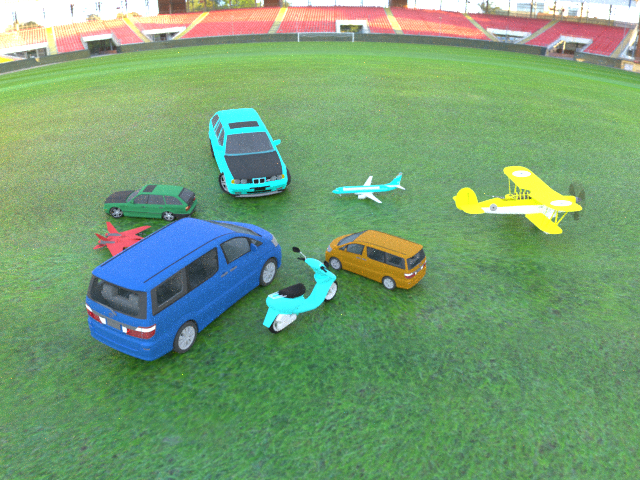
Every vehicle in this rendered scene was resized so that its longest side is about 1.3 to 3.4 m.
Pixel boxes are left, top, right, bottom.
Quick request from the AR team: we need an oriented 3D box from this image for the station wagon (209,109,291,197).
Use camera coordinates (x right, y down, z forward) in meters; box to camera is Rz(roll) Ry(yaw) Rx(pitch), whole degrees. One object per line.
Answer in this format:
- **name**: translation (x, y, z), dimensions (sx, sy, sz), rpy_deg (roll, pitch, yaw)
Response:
- **station wagon**: translation (-1.470, -1.820, 13.790), dimensions (1.327, 0.920, 3.105), rpy_deg (-7, 30, -13)

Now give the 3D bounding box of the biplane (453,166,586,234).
- **biplane**: translation (3.270, -0.613, 11.567), dimensions (2.120, 0.981, 2.598), rpy_deg (-2, 29, -4)

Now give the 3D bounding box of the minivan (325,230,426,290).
- **minivan**: translation (0.806, 0.219, 10.454), dimensions (1.548, 0.616, 0.681), rpy_deg (19, 34, 31)

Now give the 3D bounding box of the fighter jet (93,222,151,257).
- **fighter jet**: translation (-2.888, -0.013, 11.205), dimensions (1.358, 0.286, 1.147), rpy_deg (6, 30, 10)

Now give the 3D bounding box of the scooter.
- **scooter**: translation (-0.230, 0.647, 9.377), dimensions (0.662, 0.919, 1.399), rpy_deg (24, 37, 36)

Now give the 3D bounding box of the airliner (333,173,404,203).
- **airliner**: translation (0.882, -1.018, 12.857), dimensions (1.307, 0.429, 1.161), rpy_deg (-2, 29, -4)

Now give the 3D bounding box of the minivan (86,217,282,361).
- **minivan**: translation (-1.721, 0.404, 9.527), dimensions (1.324, 1.197, 3.011), rpy_deg (16, 33, 27)

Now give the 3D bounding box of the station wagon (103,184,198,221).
- **station wagon**: translation (-2.980, -0.692, 12.229), dimensions (1.597, 0.473, 0.682), rpy_deg (3, 29, 6)
